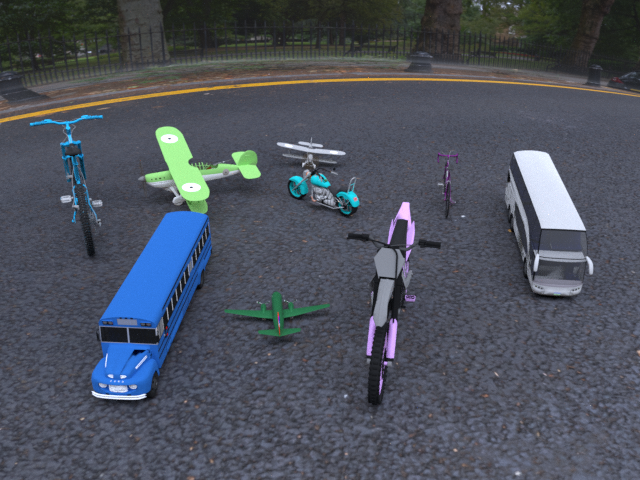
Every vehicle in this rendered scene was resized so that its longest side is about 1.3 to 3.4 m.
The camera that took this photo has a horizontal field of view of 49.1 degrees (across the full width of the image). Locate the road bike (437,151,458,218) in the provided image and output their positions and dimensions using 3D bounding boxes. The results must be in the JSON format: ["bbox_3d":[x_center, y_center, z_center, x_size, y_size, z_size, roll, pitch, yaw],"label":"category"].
[{"bbox_3d":[2.204,-1.003,12.115,0.358,0.852,1.545,3,28,6],"label":"road bike"}]

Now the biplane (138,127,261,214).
[{"bbox_3d":[-2.104,-1.165,12.283,2.120,0.981,2.598,-11,30,-19],"label":"biplane"}]

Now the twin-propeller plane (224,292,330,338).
[{"bbox_3d":[-0.542,0.901,8.992,1.370,0.407,1.095,-3,28,-5],"label":"twin-propeller plane"}]

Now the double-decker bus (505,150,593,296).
[{"bbox_3d":[3.365,-0.317,10.606,0.756,1.052,3.251,3,28,6],"label":"double-decker bus"}]

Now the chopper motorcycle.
[{"bbox_3d":[0.038,-0.908,12.032,1.563,0.761,0.466,23,35,36],"label":"chopper motorcycle"}]

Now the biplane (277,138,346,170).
[{"bbox_3d":[-0.168,-1.729,13.857,1.336,0.504,1.090,0,28,0],"label":"biplane"}]

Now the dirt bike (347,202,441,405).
[{"bbox_3d":[0.873,0.557,8.297,1.024,1.666,2.903,6,28,11],"label":"dirt bike"}]

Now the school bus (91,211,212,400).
[{"bbox_3d":[-2.056,0.710,8.886,0.709,0.844,3.322,2,28,4],"label":"school bus"}]

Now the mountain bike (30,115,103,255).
[{"bbox_3d":[-3.859,-0.963,11.145,1.114,1.688,2.857,-10,30,-19],"label":"mountain bike"}]
